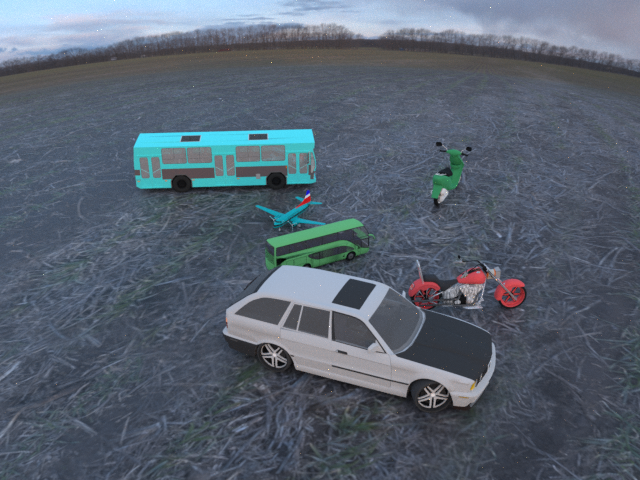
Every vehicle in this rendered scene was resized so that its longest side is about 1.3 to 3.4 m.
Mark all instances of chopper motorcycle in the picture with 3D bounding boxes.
[{"bbox_3d":[1.931,0.571,9.090,1.563,0.761,0.466,-2,27,-5],"label":"chopper motorcycle"}]

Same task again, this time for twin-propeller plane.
[{"bbox_3d":[-0.445,-0.479,11.542,1.370,0.407,1.095,16,31,28],"label":"twin-propeller plane"}]

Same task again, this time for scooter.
[{"bbox_3d":[2.286,-1.212,12.420,0.662,0.919,1.399,14,30,25],"label":"scooter"}]

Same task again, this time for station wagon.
[{"bbox_3d":[0.452,1.010,8.050,3.105,0.920,1.327,11,29,20],"label":"station wagon"}]

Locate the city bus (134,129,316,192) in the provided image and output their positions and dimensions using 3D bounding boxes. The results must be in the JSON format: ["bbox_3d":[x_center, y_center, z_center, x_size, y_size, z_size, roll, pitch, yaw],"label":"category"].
[{"bbox_3d":[-1.721,-1.465,12.944,3.255,0.894,0.926,-2,27,-4],"label":"city bus"}]

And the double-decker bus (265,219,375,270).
[{"bbox_3d":[0.003,0.095,10.267,1.672,0.541,0.389,-14,30,-26],"label":"double-decker bus"}]
